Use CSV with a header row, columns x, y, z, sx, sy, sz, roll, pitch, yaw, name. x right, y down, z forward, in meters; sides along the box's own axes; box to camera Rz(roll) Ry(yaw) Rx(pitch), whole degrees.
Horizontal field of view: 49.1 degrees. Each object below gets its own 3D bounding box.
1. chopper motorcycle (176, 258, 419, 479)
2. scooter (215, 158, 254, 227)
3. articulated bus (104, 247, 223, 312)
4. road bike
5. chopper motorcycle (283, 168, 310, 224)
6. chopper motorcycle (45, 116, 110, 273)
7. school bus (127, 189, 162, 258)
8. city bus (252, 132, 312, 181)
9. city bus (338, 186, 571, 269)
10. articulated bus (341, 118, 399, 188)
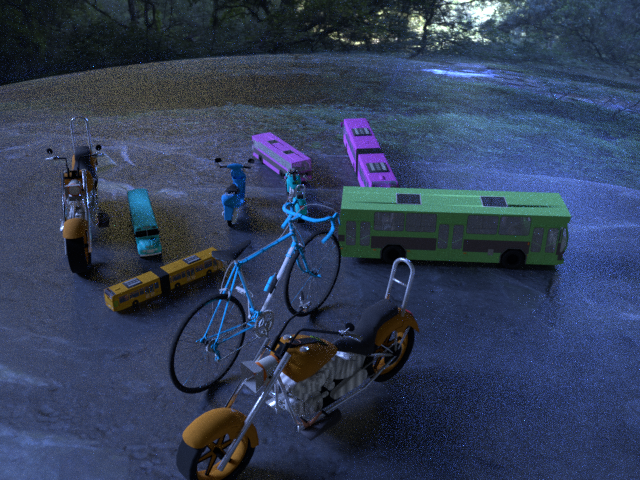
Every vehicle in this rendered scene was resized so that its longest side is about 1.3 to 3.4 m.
x,y,z,sx,sy,sz,roll,pitch,yaw,name
-0.105,1.281,7.038,3.040,1.480,0.906,-23,36,-35,chopper motorcycle
-1.411,-0.858,11.549,0.662,0.919,1.399,2,29,3,scooter
-2.113,0.525,9.670,1.749,0.289,0.311,-23,36,-36,articulated bus
-0.646,0.566,8.165,0.696,1.656,3.004,20,35,32,road bike
-0.419,-0.859,11.716,0.466,0.761,1.563,-5,29,-9,chopper motorcycle
-3.704,-0.764,10.791,0.906,1.480,3.040,-6,29,-11,chopper motorcycle
-2.768,-0.279,10.994,0.365,0.434,1.708,-9,30,-16,school bus
-0.748,-1.556,13.310,0.476,0.460,1.674,-16,32,-26,city bus
1.910,-0.182,10.335,3.255,0.894,0.926,2,29,4,city bus
0.897,-1.497,13.096,0.605,0.561,3.401,-3,29,-5,articulated bus
